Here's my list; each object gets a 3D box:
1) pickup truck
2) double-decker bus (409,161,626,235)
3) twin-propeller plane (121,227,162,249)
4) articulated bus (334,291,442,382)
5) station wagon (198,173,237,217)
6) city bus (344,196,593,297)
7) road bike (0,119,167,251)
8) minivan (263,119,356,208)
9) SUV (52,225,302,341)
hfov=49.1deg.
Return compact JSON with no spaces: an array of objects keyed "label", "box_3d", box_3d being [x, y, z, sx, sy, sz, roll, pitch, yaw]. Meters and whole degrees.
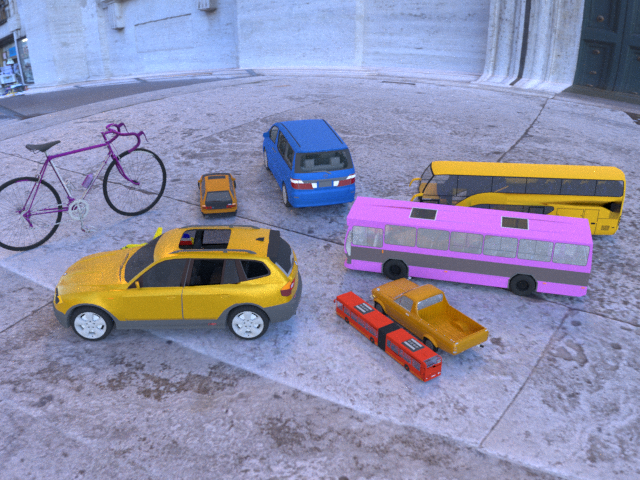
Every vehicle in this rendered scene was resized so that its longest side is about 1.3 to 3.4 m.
[{"label":"pickup truck","box_3d":[1.311,0.881,8.604,0.640,0.511,1.603,-17,31,-30]},{"label":"double-decker bus","box_3d":[3.045,-0.651,11.046,3.251,1.052,0.756,2,27,5]},{"label":"twin-propeller plane","box_3d":[-2.408,0.085,10.300,1.095,0.407,1.370,0,27,1]},{"label":"articulated bus","box_3d":[0.775,1.118,8.382,0.311,0.289,1.749,-17,31,-30]},{"label":"station wagon","box_3d":[-1.779,-0.884,12.152,0.682,0.473,1.597,-4,27,-8]},{"label":"city bus","box_3d":[2.007,0.099,9.730,3.255,0.894,0.926,6,27,13]},{"label":"road bike","box_3d":[-3.708,-0.883,10.834,3.004,1.656,0.697,-23,34,-37]},{"label":"minivan","box_3d":[-0.274,-1.550,12.669,1.324,1.197,3.011,-6,27,-13]},{"label":"SUV","box_3d":[-1.753,0.462,8.749,3.058,1.128,1.276,0,27,0]}]
